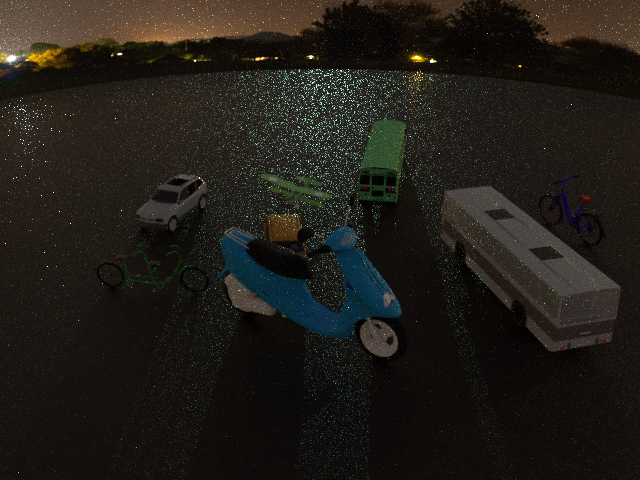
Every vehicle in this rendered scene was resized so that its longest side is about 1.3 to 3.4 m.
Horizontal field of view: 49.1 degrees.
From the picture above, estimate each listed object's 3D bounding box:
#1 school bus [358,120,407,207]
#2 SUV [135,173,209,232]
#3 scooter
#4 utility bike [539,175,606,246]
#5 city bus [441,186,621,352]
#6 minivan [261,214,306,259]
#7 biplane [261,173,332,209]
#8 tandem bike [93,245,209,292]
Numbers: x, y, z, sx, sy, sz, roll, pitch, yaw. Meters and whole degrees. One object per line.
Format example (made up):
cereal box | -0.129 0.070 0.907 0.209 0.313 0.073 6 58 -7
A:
school bus | 1.234 -1.558 13.332 0.709 0.844 3.322 4 27 8
SUV | -2.488 -0.661 11.838 0.656 0.580 1.572 10 28 19
scooter | -0.164 0.387 8.405 2.721 1.786 1.288 15 30 27
utility bike | 3.966 -0.498 11.106 0.535 0.946 1.435 -13 29 -24
city bus | 2.694 0.294 9.584 0.926 0.894 3.255 -7 27 -14
minivan | -0.544 -0.053 10.587 0.681 0.616 1.548 -3 27 -5
biplane | -0.351 -0.873 12.344 1.336 0.504 1.090 11 29 21
tandem bike | -2.340 0.390 9.631 1.642 0.682 0.283 3 27 6
